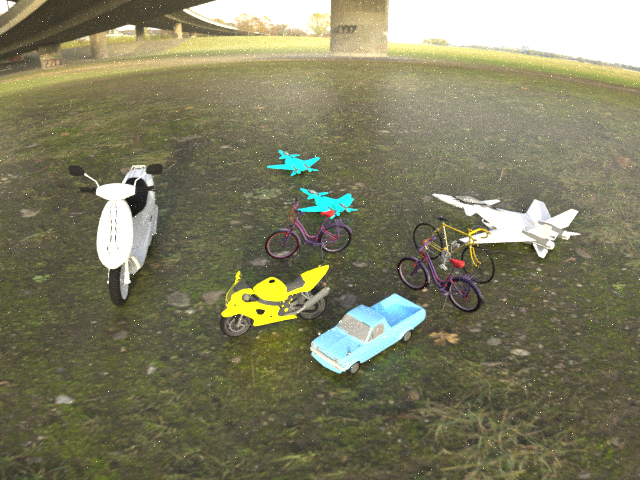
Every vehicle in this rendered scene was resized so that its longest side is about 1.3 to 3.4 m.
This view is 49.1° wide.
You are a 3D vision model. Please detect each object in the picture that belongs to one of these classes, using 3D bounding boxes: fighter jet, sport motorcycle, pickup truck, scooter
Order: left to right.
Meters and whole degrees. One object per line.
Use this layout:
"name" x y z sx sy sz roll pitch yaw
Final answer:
"scooter" -2.835 -0.397 10.320 1.288 1.786 2.721 -1 28 -3
"sport motorcycle" -0.586 0.791 9.132 1.520 0.821 0.506 -11 30 -20
"fighter jet" -0.581 -1.689 14.303 1.147 0.286 1.358 -13 31 -22
"fighter jet" 0.030 -0.783 12.620 1.147 0.286 1.358 -19 34 -32
"pickup truck" 0.631 1.119 8.850 1.603 0.511 0.640 -24 36 -37
"fighter jet" 2.952 -0.526 11.857 2.229 0.557 2.640 -24 36 -37

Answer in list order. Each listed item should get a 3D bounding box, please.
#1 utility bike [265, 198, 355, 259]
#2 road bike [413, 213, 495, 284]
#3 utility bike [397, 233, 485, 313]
"utility bike" -0.134 -0.130 10.711 1.435 0.946 0.535 -7 29 -12
"road bike" 1.979 0.076 10.428 0.358 0.852 1.545 -23 36 -36
"utility bike" 1.623 0.467 9.602 1.435 0.946 0.535 23 36 36
